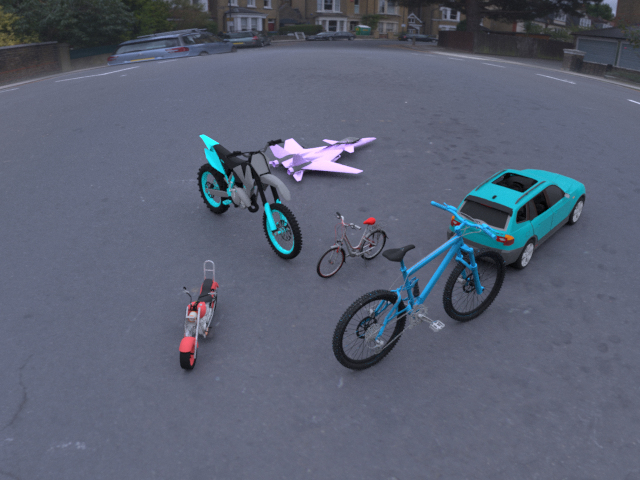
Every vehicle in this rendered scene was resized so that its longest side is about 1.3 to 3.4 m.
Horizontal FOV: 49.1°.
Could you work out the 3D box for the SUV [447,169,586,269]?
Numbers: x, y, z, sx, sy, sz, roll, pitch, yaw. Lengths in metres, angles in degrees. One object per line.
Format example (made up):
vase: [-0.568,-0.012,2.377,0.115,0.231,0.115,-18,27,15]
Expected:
SUV: [3.282,-0.580,11.417,1.276,1.128,3.058,23,37,34]

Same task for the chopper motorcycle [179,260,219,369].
chopper motorcycle: [-1.580,0.955,9.118,0.466,0.761,1.563,3,30,5]

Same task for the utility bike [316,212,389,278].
utility bike: [0.549,0.040,10.522,1.435,0.946,0.535,-22,36,-33]

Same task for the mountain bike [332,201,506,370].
mountain bike: [1.349,0.594,8.816,2.857,1.688,1.114,-19,35,-29]

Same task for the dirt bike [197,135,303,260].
dirt bike: [-1.205,-0.840,11.328,1.024,1.666,2.903,-22,37,-33]

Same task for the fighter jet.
fighter jet: [0.207,-1.917,14.312,2.640,0.557,2.229,-23,37,-34]
